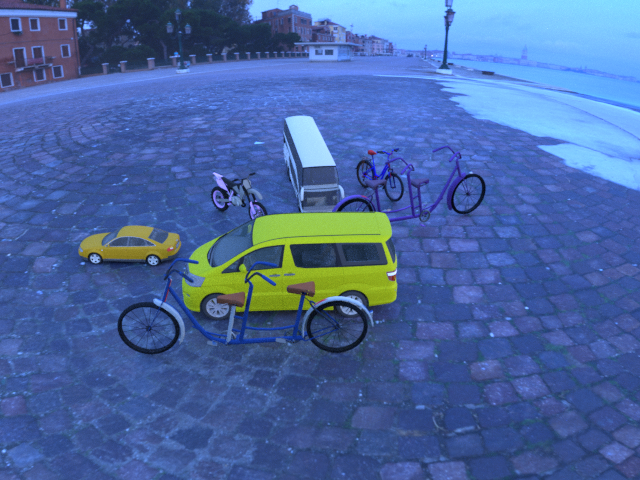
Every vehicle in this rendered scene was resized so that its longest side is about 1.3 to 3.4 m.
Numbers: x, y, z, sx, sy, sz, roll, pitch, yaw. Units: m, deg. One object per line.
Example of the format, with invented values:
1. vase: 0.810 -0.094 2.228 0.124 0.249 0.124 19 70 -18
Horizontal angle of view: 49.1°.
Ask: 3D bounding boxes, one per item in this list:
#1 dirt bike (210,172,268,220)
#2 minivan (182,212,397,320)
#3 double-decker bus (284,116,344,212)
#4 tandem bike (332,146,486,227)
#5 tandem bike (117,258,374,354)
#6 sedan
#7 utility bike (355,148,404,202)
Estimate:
1. dirt bike: -1.434 -0.766 12.323 1.493 0.857 0.527 23 35 37
2. minivan: -0.434 0.305 9.840 3.011 1.197 1.324 -1 27 -2
3. double-decker bus: -0.205 -1.416 13.387 0.756 1.052 3.251 -4 27 -8
4. tandem bike: 1.562 -0.812 11.895 3.192 1.326 0.550 -13 30 -24
5. tandem bike: -0.923 0.856 8.614 3.192 1.326 0.550 -1 27 -1
6. sedan: -3.032 0.052 11.125 1.613 0.483 0.635 1 27 3
7. utility bike: 1.164 -1.341 13.356 0.535 0.946 1.435 -18 32 -31
